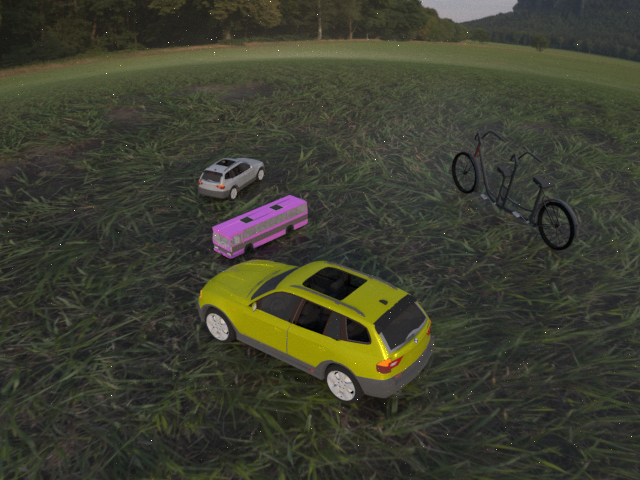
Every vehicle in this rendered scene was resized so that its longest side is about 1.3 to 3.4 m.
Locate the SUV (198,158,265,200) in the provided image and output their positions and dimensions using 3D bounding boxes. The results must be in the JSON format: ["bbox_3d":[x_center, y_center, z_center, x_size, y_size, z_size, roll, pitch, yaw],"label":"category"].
[{"bbox_3d":[-1.622,-1.234,12.959,0.656,0.580,1.572,13,31,23],"label":"SUV"}]

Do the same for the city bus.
[{"bbox_3d":[-0.927,-0.213,11.173,0.476,0.460,1.674,24,37,38],"label":"city bus"}]

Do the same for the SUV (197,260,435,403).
[{"bbox_3d":[-0.124,0.853,8.468,3.058,1.128,1.276,19,34,32],"label":"SUV"}]

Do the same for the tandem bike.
[{"bbox_3d":[3.155,-0.942,11.620,0.550,1.326,3.192,-13,31,-23],"label":"tandem bike"}]
